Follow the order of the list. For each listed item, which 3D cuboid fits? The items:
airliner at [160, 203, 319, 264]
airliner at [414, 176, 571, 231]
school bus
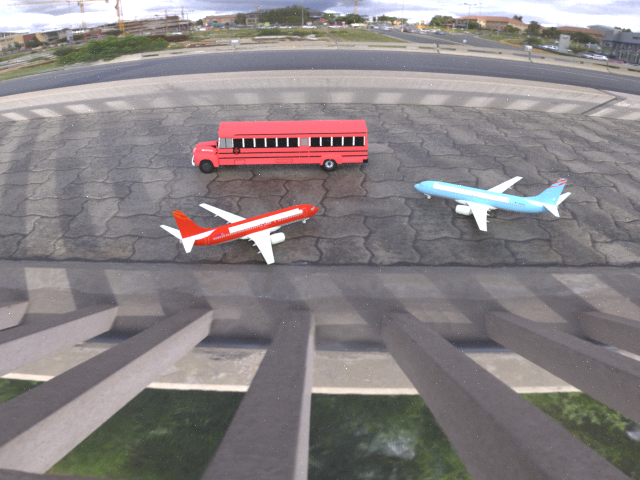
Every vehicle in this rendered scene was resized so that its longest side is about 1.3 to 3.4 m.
[{"bbox_3d":[-1.078,-0.370,10.738,2.541,0.835,2.257,-18,34,-29],"label":"airliner"},{"bbox_3d":[2.772,-0.860,11.614,2.541,0.835,2.257,14,32,24],"label":"airliner"},{"bbox_3d":[-0.766,-1.797,13.278,3.322,0.844,0.709,-1,29,-2],"label":"school bus"}]
